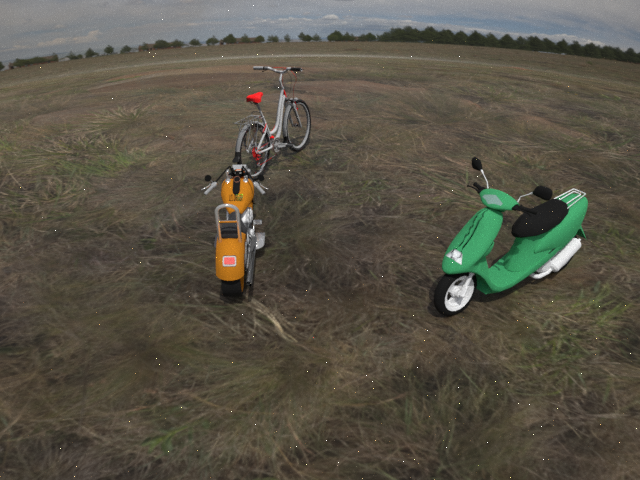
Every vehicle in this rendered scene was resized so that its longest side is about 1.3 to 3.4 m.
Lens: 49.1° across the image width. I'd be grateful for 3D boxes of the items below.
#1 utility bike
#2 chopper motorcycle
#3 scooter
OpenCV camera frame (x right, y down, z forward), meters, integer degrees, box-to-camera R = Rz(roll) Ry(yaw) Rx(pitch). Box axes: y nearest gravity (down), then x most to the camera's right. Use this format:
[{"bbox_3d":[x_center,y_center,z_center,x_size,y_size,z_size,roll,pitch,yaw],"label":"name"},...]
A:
[{"bbox_3d":[-0.942,-2.281,13.079,1.039,1.839,2.791,14,31,24],"label":"utility bike"},{"bbox_3d":[-1.161,-0.410,9.915,0.906,1.480,3.040,-1,28,-2],"label":"chopper motorcycle"},{"bbox_3d":[2.554,-0.115,9.028,2.721,1.786,1.288,-17,32,-29],"label":"scooter"}]
